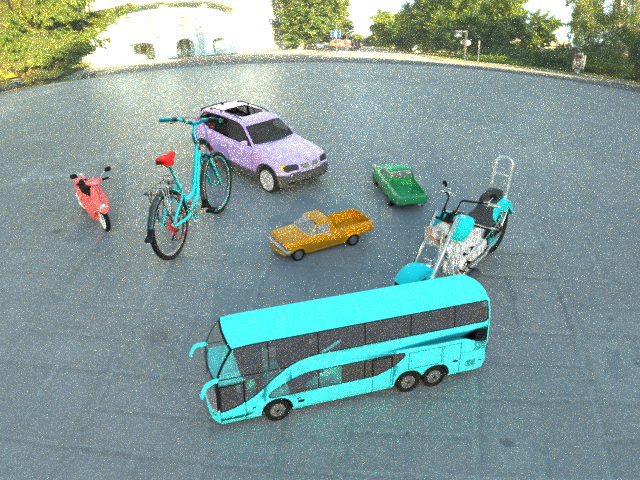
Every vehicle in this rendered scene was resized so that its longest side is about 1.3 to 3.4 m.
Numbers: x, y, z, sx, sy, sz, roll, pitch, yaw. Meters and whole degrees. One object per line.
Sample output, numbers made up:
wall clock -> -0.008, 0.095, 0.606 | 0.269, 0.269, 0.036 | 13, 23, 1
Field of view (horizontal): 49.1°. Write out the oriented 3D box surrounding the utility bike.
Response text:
utility bike -> -2.083, -0.927, 10.748 | 1.039, 1.839, 2.791 | 8, 29, 15

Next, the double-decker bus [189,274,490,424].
double-decker bus -> 0.267, 1.162, 7.582 | 3.251, 1.052, 0.756 | -9, 29, -16

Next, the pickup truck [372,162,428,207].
pickup truck -> 1.393, -1.026, 12.380 | 0.640, 0.511, 1.603 | -5, 28, -10

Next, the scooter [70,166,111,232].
scooter -> -3.728, -0.757, 11.419 | 0.662, 0.919, 1.399 | -18, 32, -30

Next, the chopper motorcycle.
chopper motorcycle -> 1.858, -0.060, 9.470 | 0.906, 1.480, 3.040 | 19, 33, 32

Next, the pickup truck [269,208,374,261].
pickup truck -> 0.024, -0.164, 10.721 | 1.603, 0.511, 0.640 | -15, 31, -27

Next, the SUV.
SUV -> -1.205, -1.866, 13.327 | 1.276, 1.128, 3.058 | -24, 36, -38
